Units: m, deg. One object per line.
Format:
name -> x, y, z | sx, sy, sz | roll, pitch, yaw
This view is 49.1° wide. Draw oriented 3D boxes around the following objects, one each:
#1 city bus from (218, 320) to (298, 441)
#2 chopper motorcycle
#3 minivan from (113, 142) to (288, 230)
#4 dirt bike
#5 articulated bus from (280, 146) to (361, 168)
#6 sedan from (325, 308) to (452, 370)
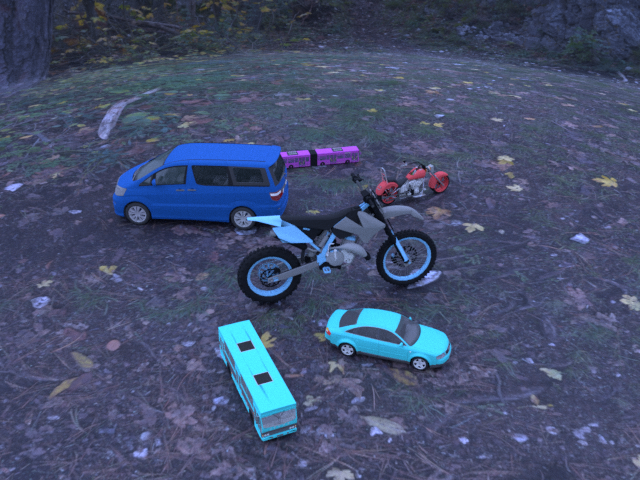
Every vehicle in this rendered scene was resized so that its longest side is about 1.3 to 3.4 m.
city bus -> -0.758, 1.610, 8.193 | 0.476, 0.460, 1.674 | -12, 31, -20
chopper motorcycle -> 1.704, -1.092, 12.691 | 1.563, 0.761, 0.466 | -15, 33, -25
minivan -> -2.073, -1.000, 12.083 | 3.011, 1.197, 1.324 | 3, 29, 5
dirt bike -> 0.273, 0.042, 9.749 | 2.903, 1.666, 1.024 | -6, 30, -11
articulated bus -> -0.054, -1.675, 14.209 | 1.749, 0.289, 0.311 | -6, 30, -11
sedan -> 0.864, 1.198, 8.901 | 1.613, 0.483, 0.635 | 9, 31, 16
